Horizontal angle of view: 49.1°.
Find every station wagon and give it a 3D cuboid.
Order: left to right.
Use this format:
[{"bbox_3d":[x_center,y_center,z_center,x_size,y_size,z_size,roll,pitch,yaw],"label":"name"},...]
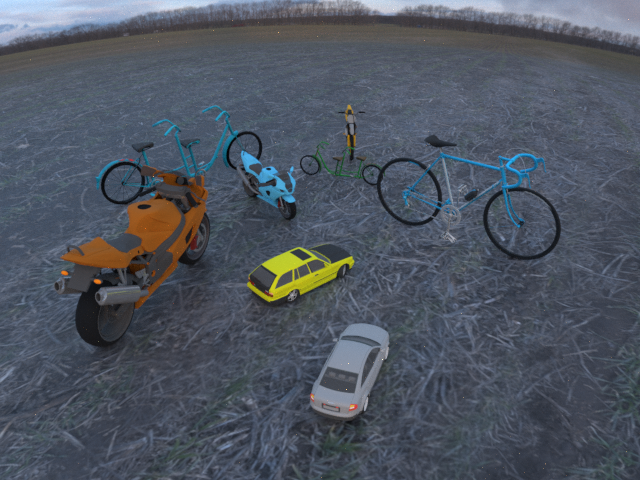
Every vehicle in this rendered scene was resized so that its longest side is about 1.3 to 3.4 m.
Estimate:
[{"bbox_3d":[-0.238,0.388,9.839,1.597,0.473,0.682,-24,38,-34],"label":"station wagon"}]

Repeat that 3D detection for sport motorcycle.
[{"bbox_3d":[-2.269,0.111,9.201,0.983,1.596,2.955,11,32,19],"label":"sport motorcycle"},{"bbox_3d":[-0.871,-0.925,11.739,0.506,0.821,1.520,-21,37,-32],"label":"sport motorcycle"}]

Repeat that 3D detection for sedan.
[{"bbox_3d":[0.377,1.418,8.070,0.635,0.483,1.613,10,32,17],"label":"sedan"}]

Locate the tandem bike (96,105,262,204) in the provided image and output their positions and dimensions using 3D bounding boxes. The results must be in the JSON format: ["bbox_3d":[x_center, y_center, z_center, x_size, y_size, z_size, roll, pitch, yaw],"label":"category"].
[{"bbox_3d":[-2.399,-1.530,12.274,3.192,1.326,0.550,-20,36,-30],"label":"tandem bike"}]

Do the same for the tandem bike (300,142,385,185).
[{"bbox_3d":[0.395,-1.391,12.674,1.642,0.682,0.283,11,32,18],"label":"tandem bike"}]

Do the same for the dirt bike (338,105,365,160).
[{"bbox_3d":[0.611,-2.197,13.876,0.527,0.857,1.493,0,30,-1],"label":"dirt bike"}]

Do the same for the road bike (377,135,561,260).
[{"bbox_3d":[2.170,-0.710,10.545,3.004,1.656,0.697,19,35,29],"label":"road bike"}]
